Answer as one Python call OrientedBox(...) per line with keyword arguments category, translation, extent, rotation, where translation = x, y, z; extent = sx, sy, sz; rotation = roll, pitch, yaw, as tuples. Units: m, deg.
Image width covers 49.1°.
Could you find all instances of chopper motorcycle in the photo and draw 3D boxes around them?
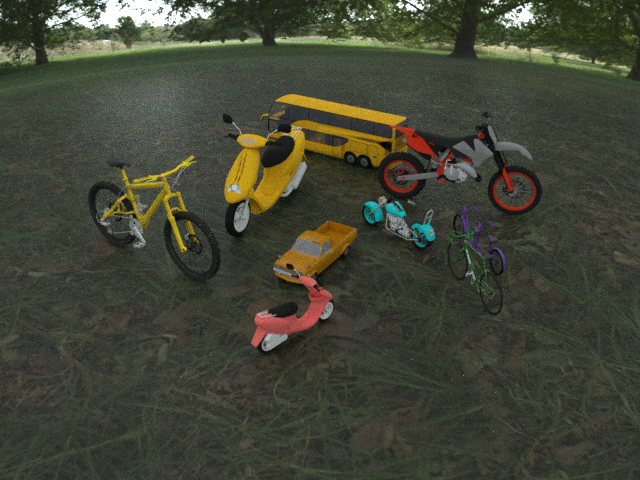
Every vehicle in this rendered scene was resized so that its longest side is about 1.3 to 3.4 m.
OrientedBox(category="chopper motorcycle", translation=(1.264, -0.389, 11.418), extent=(0.466, 0.761, 1.563), rotation=(-22, 36, -34))

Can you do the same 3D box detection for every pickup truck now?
OrientedBox(category="pickup truck", translation=(-0.045, 0.128, 10.740), extent=(0.640, 0.511, 1.603), rotation=(17, 33, 27))

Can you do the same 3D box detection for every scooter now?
OrientedBox(category="scooter", translation=(-0.318, 0.861, 8.985), extent=(1.399, 0.919, 0.662), rotation=(-25, 37, -37))
OrientedBox(category="scooter", translation=(-0.912, -1.323, 12.053), extent=(1.288, 1.786, 2.721), rotation=(13, 31, 22))

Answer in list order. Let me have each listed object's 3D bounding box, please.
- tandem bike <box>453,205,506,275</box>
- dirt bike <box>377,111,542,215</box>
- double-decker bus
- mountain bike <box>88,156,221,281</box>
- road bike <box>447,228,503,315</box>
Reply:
OrientedBox(category="tandem bike", translation=(2.469, -0.059, 10.902), extent=(0.283, 0.682, 1.642), rotation=(-9, 30, -15))
OrientedBox(category="dirt bike", translation=(2.426, -1.342, 12.211), extent=(2.903, 1.666, 1.024), rotation=(10, 30, 18))
OrientedBox(category="double-decker bus", translation=(0.274, -2.284, 14.560), extent=(3.251, 1.052, 0.756), rotation=(18, 33, 29))
OrientedBox(category="mountain bike", translation=(-2.588, -0.423, 10.519), extent=(2.857, 1.688, 1.114), rotation=(20, 34, 31))
OrientedBox(category="road bike", translation=(2.182, 0.402, 9.889), extent=(0.358, 0.852, 1.545), rotation=(-9, 30, -16))
